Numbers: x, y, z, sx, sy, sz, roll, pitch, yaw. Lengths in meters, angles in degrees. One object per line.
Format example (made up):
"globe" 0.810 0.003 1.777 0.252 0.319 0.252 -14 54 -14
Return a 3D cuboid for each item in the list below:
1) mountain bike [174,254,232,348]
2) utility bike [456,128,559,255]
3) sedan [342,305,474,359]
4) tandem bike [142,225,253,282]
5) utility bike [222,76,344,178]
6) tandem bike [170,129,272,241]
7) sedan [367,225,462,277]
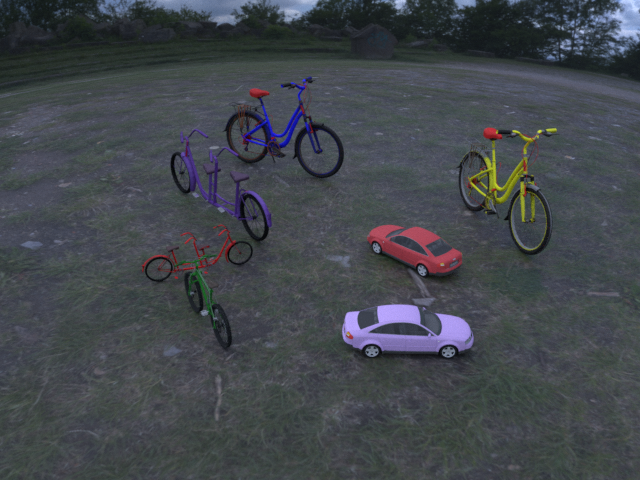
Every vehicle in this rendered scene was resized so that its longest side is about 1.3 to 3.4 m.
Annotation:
"mountain bike" -1.447 0.735 8.885 0.573 0.868 1.469 -15 31 -26
"utility bike" 3.009 -1.039 11.214 1.039 1.839 2.791 -9 29 -16
"sedan" 1.083 1.088 8.627 1.613 0.483 0.635 1 28 1
"tandem bike" -1.761 0.185 10.131 1.642 0.682 0.283 -11 30 -20
"utility bike" -0.720 -2.270 13.553 2.791 1.839 1.039 15 31 26
"tandem bike" -1.752 -1.010 11.711 0.550 1.326 3.192 -20 34 -33
"sedan" 1.400 0.073 10.556 0.635 0.483 1.613 -23 35 -36
